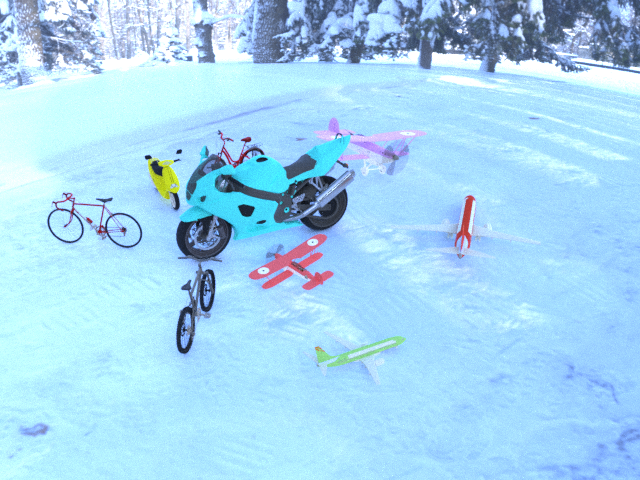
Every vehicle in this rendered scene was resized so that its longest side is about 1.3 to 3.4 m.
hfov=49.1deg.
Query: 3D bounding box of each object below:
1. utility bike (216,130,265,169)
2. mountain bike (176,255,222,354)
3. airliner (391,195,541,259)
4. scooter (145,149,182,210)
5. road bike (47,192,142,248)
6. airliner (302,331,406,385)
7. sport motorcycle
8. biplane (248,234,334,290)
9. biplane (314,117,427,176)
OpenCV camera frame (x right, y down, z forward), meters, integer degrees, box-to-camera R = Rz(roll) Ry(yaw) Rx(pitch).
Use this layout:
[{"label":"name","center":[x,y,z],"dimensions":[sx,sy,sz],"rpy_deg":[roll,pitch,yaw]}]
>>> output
[{"label":"utility bike","center":[-1.574,-1.556,13.014],"dimensions":[1.435,0.946,0.535],"rpy_deg":[-19,33,-32]},{"label":"mountain bike","center":[-1.532,0.731,8.691],"dimensions":[0.573,0.868,1.469],"rpy_deg":[4,28,7]},{"label":"airliner","center":[2.272,-0.372,10.851],"dimensions":[2.257,0.835,2.541],"rpy_deg":[7,28,13]},{"label":"scooter","center":[-2.746,-1.152,12.265],"dimensions":[0.662,0.919,1.399],"rpy_deg":[-15,31,-26]},{"label":"road bike","center":[-3.463,-0.295,10.686],"dimensions":[1.545,0.852,0.358],"rpy_deg":[4,28,8]},{"label":"airliner","center":[0.485,1.241,8.183],"dimensions":[1.307,0.429,1.161],"rpy_deg":[-15,31,-26]},{"label":"sport motorcycle","center":[-0.798,-0.674,10.607],"dimensions":[2.955,1.596,0.983],"rpy_deg":[-15,31,-27]},{"label":"biplane","center":[-0.326,0.408,9.707],"dimensions":[1.336,0.504,1.090],"rpy_deg":[-22,34,-36]},{"label":"biplane","center":[0.833,-1.846,13.535],"dimensions":[2.598,0.981,2.120],"rpy_deg":[-19,33,-32]}]
